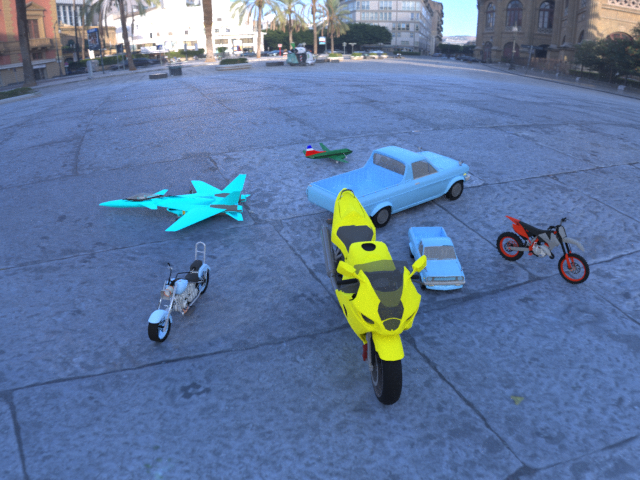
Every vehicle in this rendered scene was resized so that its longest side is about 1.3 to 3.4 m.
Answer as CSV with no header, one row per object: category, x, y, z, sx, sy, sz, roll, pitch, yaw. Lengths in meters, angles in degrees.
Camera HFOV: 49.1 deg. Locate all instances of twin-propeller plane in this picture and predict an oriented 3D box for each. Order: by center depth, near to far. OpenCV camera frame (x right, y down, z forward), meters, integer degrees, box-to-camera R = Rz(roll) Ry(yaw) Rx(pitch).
twin-propeller plane,0.196,-1.852,14.678,1.095,0.407,1.370,-11,28,-21

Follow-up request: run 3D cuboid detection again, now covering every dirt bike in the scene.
dirt bike,3.272,0.080,10.272,1.493,0.857,0.527,24,35,39

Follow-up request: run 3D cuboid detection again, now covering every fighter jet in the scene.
fighter jet,-2.605,-0.764,12.315,2.640,0.557,2.229,1,26,1

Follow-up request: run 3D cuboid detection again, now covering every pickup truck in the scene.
pickup truck,1.712,0.199,10.422,0.640,0.511,1.603,-1,26,-2
pickup truck,1.274,-1.066,12.433,3.117,0.993,1.244,-20,33,-34

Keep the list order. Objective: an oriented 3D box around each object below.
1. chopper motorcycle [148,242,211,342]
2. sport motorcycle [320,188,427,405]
chopper motorcycle,-1.844,0.664,9.203,0.466,0.761,1.563,8,27,15
sport motorcycle,0.554,0.577,8.437,0.983,1.596,2.955,-4,27,-8
